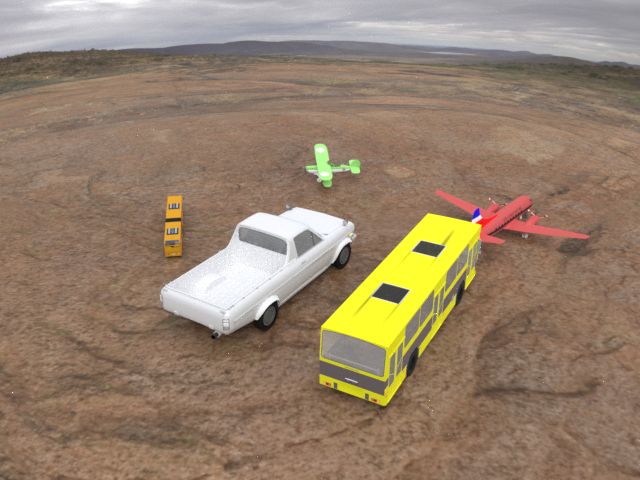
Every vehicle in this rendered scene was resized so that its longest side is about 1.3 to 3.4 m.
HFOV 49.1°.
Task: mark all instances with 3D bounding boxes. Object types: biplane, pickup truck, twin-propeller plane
[{"bbox_3d":[0.217,-1.344,13.139,1.090,0.504,1.336,-2,28,-5],"label":"biplane"},{"bbox_3d":[-0.722,0.259,9.561,1.244,0.993,3.117,17,32,29],"label":"pickup truck"},{"bbox_3d":[2.880,-0.422,11.075,2.663,0.792,2.129,21,35,35],"label":"twin-propeller plane"}]

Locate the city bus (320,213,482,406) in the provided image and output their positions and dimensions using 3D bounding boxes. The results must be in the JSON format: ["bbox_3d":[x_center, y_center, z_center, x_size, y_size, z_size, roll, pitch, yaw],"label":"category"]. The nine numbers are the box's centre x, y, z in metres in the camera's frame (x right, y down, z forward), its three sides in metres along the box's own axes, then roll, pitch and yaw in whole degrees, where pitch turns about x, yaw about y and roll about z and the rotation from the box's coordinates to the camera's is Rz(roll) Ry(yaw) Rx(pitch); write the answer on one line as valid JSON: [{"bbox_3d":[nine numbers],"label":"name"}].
[{"bbox_3d":[1.113,0.750,8.733,0.926,0.894,3.255,14,31,25],"label":"city bus"}]

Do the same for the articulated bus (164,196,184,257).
[{"bbox_3d":[-2.348,-0.249,11.287,0.311,0.289,1.749,-4,28,-8],"label":"articulated bus"}]
